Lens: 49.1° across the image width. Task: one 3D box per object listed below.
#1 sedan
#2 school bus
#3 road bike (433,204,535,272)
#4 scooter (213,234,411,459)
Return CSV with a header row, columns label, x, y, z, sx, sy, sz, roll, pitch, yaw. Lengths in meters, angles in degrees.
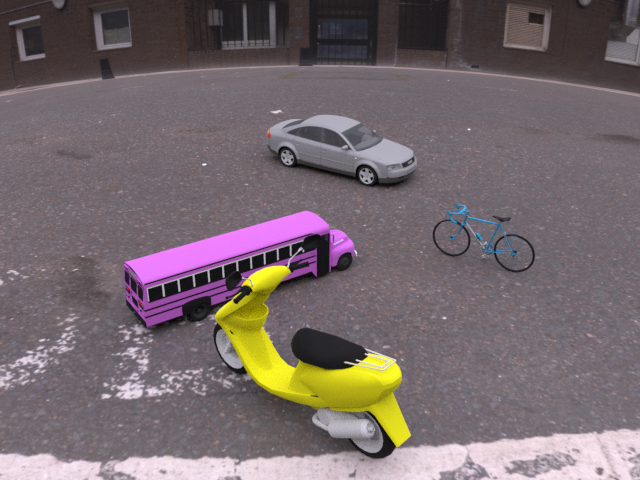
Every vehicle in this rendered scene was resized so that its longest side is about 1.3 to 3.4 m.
label,x,y,z,sx,sy,sz,roll,pitch,yaw
sedan,0.403,-1.861,13.660,3.137,0.940,1.235,17,31,29
school bus,-0.953,0.305,9.525,3.322,0.844,0.709,-17,32,-30
road bike,2.369,-0.033,10.179,1.545,0.852,0.358,15,31,27
scooter,-0.213,1.023,7.083,2.721,1.786,1.288,23,35,37
